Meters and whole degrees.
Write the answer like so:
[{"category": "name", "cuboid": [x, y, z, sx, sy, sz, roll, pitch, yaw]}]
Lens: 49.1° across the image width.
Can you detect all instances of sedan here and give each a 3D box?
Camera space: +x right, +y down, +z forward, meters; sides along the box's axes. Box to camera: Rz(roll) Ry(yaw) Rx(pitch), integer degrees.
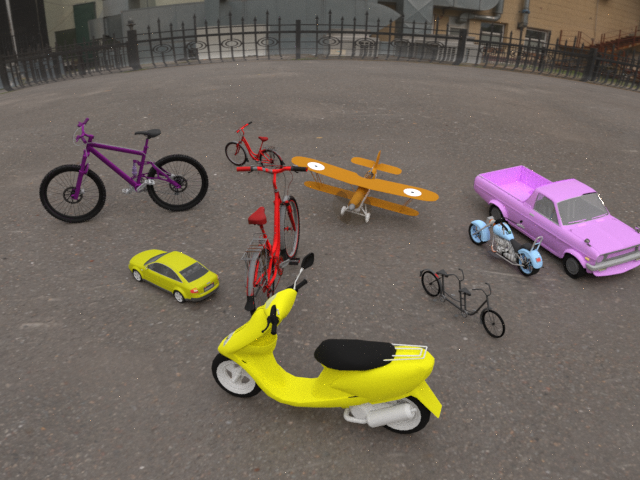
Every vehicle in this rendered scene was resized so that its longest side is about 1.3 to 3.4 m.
[{"category": "sedan", "cuboid": [-2.208, 0.448, 10.437, 1.613, 0.483, 0.635, 21, 36, 32]}]

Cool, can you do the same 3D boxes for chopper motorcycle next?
[{"category": "chopper motorcycle", "cuboid": [2.899, -0.024, 10.989, 0.466, 0.761, 1.563, -15, 33, -25]}]

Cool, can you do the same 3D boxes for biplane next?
[{"category": "biplane", "cuboid": [0.849, -0.967, 12.431, 2.598, 0.981, 2.120, 9, 31, 15]}]

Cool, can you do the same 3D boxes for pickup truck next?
[{"category": "pickup truck", "cuboid": [3.876, -0.479, 11.556, 1.244, 0.993, 3.117, -13, 32, -21]}]

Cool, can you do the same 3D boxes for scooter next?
[{"category": "scooter", "cuboid": [0.011, 1.243, 7.713, 2.721, 1.786, 1.288, 9, 31, 15]}]

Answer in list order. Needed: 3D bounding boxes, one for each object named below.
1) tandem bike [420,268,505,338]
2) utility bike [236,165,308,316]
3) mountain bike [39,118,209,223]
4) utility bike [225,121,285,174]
[{"category": "tandem bike", "cuboid": [1.954, 0.749, 9.705, 0.283, 0.682, 1.642, -19, 35, -30]}, {"category": "utility bike", "cuboid": [-0.750, -0.106, 10.039, 1.039, 1.839, 2.791, 6, 30, 10]}, {"category": "mountain bike", "cuboid": [-3.377, -1.159, 12.052, 2.857, 1.688, 1.114, -7, 30, -12]}, {"category": "utility bike", "cuboid": [-1.344, -1.804, 13.943, 1.435, 0.946, 0.535, 15, 33, 25]}]
